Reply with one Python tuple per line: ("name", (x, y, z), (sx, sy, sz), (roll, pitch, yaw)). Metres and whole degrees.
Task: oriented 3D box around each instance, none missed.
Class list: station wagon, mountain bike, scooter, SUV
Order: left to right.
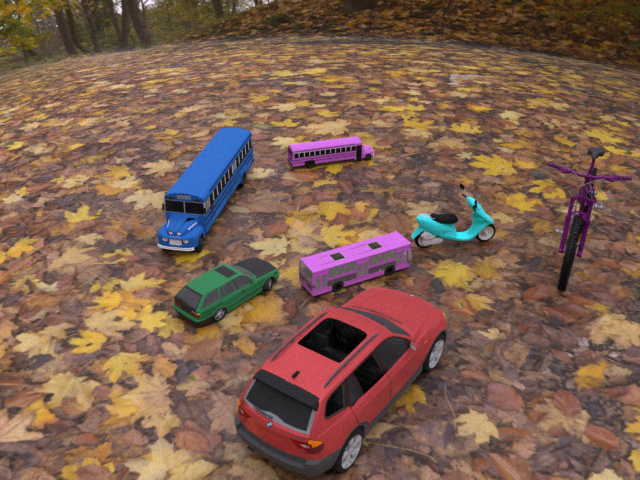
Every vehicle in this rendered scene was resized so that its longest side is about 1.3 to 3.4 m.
("station wagon", (-1.279, 0.619, 9.790), (0.682, 0.473, 1.597), (25, 39, 35))
("SUV", (0.355, 1.351, 7.952), (1.276, 1.128, 3.058), (20, 37, 30))
("scooter", (2.115, -0.319, 10.907), (1.399, 0.919, 0.662), (-6, 32, -10))
("mountain bike", (3.905, -0.481, 10.433), (1.114, 1.688, 2.857), (14, 34, 21))

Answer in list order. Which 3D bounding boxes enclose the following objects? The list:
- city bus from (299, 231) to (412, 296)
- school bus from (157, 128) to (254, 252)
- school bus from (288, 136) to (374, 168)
("city bus", (0.530, 0.353, 10.242), (1.674, 0.460, 0.476), (-15, 34, -24))
("school bus", (-1.904, -0.918, 11.967), (0.709, 0.844, 3.322), (6, 32, 9))
("school bus", (0.228, -1.725, 13.693), (1.708, 0.434, 0.365), (-9, 32, -15))
